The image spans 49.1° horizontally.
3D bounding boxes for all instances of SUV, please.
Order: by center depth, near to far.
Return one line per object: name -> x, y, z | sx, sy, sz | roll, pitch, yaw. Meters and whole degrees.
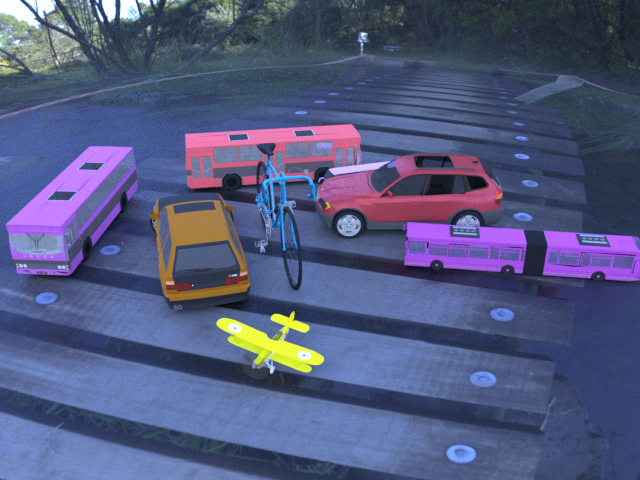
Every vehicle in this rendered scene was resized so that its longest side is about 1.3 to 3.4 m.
SUV -> 1.454, -0.781, 11.450 | 3.058, 1.128, 1.276 | 0, 27, 0

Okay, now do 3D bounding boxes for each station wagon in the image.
station wagon -> -1.828, -0.104, 10.360 | 1.327, 0.920, 3.105 | -7, 28, -13

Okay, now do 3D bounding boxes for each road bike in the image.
road bike -> -0.647, -0.505, 10.336 | 0.696, 1.656, 3.004 | -7, 28, -14

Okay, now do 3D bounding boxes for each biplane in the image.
biplane -> -0.518, 1.218, 8.242 | 1.336, 0.504, 1.090 | 11, 29, 20

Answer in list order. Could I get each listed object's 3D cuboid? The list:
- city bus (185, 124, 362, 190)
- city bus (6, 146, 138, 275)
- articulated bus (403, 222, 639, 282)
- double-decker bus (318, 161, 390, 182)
city bus -> -0.885, -1.548, 13.199 | 3.255, 0.894, 0.926 | -5, 28, -9
city bus -> -3.828, -0.539, 11.234 | 0.926, 0.894, 3.255 | 2, 27, 4
articulated bus -> 2.911, 0.166, 10.228 | 3.401, 0.561, 0.605 | 4, 27, 7
double-decker bus -> 0.821, -1.081, 12.677 | 1.672, 0.541, 0.389 | -9, 28, -16
